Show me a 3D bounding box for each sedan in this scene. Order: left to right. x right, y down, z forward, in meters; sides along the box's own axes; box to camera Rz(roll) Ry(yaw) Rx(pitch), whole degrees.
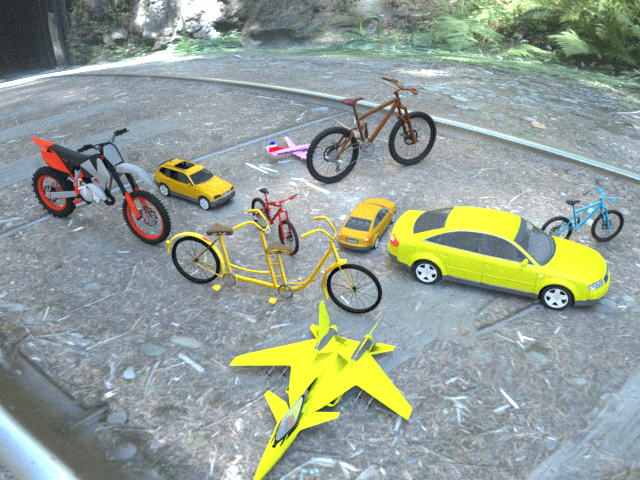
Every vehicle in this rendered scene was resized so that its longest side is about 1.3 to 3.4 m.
[{"bbox_3d":[0.788,-0.341,11.363,0.635,0.483,1.613,12,32,19],"label":"sedan"},{"bbox_3d":[2.547,0.130,10.079,3.137,0.940,1.235,11,32,19],"label":"sedan"}]

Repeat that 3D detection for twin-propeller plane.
[{"bbox_3d":[-0.526,-1.862,14.103,1.095,0.407,1.370,-13,32,-21],"label":"twin-propeller plane"}]

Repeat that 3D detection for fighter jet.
[{"bbox_3d":[-0.115,1.651,7.804,2.229,0.557,2.640,12,32,21],"label":"fighter jet"}]

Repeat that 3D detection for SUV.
[{"bbox_3d":[-2.251,-1.035,12.481,1.572,0.580,0.656,19,35,29],"label":"SUV"}]

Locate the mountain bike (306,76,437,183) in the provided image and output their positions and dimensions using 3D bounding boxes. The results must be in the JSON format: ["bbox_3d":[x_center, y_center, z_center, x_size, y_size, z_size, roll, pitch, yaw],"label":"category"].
[{"bbox_3d":[1.022,-2.020,13.089,2.857,1.688,1.114,-15,33,-24],"label":"mountain bike"}]

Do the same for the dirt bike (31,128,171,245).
[{"bbox_3d":[-3.577,-0.907,11.162,2.903,1.666,1.024,15,33,24],"label":"dirt bike"}]

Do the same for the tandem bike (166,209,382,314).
[{"bbox_3d":[-0.692,0.227,9.521,3.192,1.326,0.550,10,31,16],"label":"tandem bike"}]

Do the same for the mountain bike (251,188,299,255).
[{"bbox_3d":[-0.731,-0.362,11.012,0.573,0.868,1.469,-17,34,-28],"label":"mountain bike"}]

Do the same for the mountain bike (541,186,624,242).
[{"bbox_3d":[4.111,-0.303,10.909,1.469,0.868,0.573,-7,30,-12],"label":"mountain bike"}]
